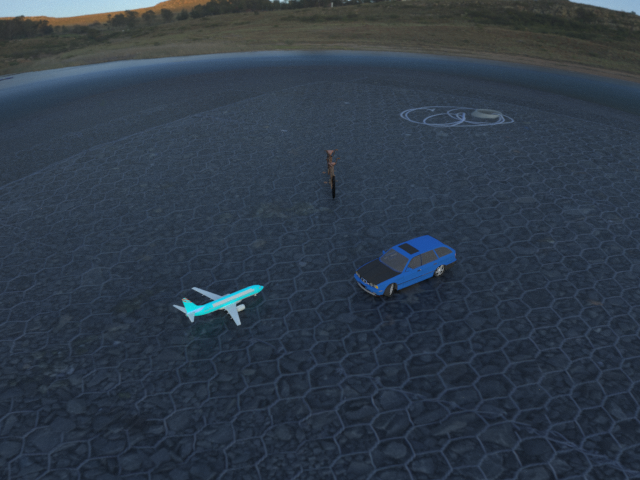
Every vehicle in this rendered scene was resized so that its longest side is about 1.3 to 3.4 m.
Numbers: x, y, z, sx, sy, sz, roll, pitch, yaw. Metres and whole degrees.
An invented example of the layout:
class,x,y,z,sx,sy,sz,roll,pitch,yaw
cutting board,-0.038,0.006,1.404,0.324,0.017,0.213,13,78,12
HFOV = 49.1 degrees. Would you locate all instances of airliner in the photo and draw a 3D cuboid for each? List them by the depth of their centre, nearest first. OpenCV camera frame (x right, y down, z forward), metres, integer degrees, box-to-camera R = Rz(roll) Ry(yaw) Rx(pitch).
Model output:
class,x,y,z,sx,sy,sz,roll,pitch,yaw
airliner,-1.310,0.762,9.550,1.307,0.429,1.161,-22,36,-34

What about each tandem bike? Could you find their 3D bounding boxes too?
class,x,y,z,sx,sy,sz,roll,pitch,yaw
tandem bike,0.212,-1.371,13.159,0.283,0.682,1.642,-2,29,-3

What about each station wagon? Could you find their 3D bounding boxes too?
class,x,y,z,sx,sy,sz,roll,pitch,yaw
station wagon,1.258,0.336,10.277,1.597,0.473,0.682,-18,34,-30
